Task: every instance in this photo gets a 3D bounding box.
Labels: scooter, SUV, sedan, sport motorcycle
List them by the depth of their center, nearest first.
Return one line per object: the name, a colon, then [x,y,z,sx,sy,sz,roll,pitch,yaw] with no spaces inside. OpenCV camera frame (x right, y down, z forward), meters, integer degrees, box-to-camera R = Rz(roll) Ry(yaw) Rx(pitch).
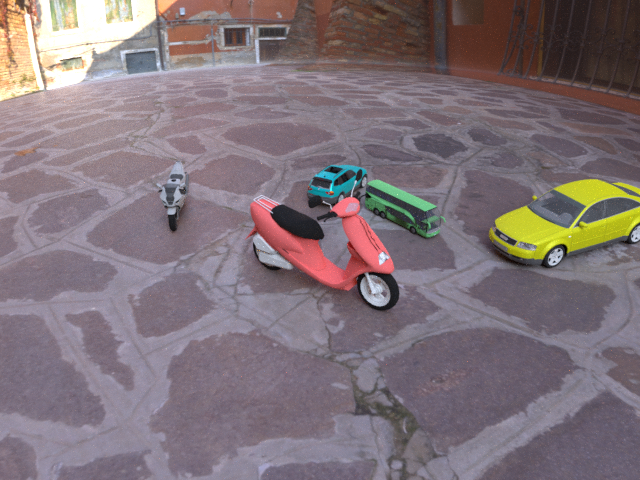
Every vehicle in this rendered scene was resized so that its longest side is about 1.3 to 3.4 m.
scooter: [-0.017,-0.084,10.163,2.721,1.786,1.288,18,33,31]
sedan: [4.261,-0.403,11.652,3.137,0.940,1.235,-13,31,-23]
sport motorcycle: [-2.581,-0.800,12.517,0.506,0.821,1.520,-2,28,-3]
SUV: [0.351,-1.153,13.429,0.656,0.580,1.572,15,32,26]

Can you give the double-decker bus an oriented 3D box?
double-decker bus: [1.460,-0.551,12.349,0.389,0.541,1.672,-21,35,-33]
